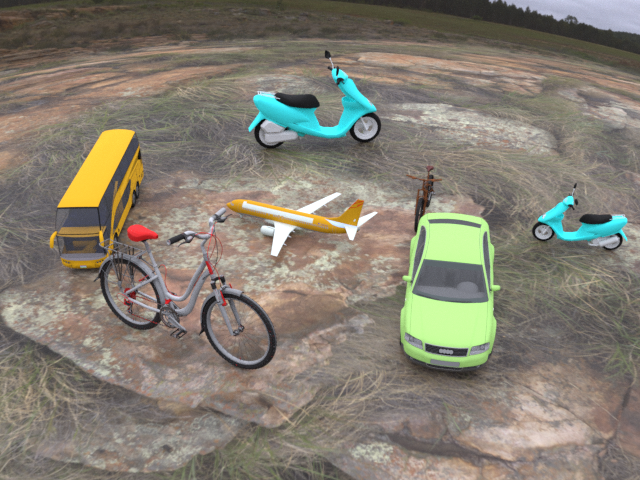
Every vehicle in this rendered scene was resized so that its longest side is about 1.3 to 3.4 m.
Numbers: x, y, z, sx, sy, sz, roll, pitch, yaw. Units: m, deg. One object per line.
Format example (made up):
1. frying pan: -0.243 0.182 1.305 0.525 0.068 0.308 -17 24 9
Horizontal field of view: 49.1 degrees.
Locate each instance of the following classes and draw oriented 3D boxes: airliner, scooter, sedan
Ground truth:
1. airliner: -0.435 -0.511 11.174 2.541 0.835 2.257 14 34 22
2. scooter: 4.029 -0.314 10.761 1.399 0.919 0.662 8 32 14
3. sedan: 1.750 0.495 9.380 1.235 0.940 3.137 6 31 9
4. scooter: -0.082 -2.720 13.957 2.721 1.786 1.288 -5 31 -8

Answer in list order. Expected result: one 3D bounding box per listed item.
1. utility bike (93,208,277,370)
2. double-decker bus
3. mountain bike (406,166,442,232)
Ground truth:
1. utility bike: -1.682 0.478 8.529 2.791 1.839 1.039 15 34 24
2. double-decker bus: -3.498 -0.717 11.307 0.756 1.052 3.251 -1 31 -2
3. mountain bike: 1.732 -0.755 11.551 0.573 0.868 1.469 9 32 15
